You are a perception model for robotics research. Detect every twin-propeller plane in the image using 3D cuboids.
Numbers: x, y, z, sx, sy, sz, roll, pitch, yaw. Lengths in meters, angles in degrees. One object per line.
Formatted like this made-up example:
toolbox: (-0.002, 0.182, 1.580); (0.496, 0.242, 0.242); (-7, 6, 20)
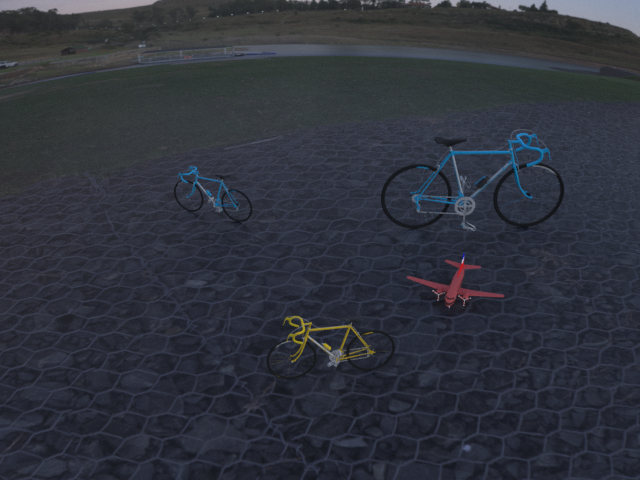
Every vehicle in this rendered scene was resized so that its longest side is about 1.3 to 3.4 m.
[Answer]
twin-propeller plane: (1.922, 0.579, 9.873); (1.370, 0.407, 1.095); (11, 31, 18)

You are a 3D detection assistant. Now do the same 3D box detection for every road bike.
road bike: (2.492, -0.932, 11.310); (3.004, 1.656, 0.696); (-1, 29, -2)
road bike: (-1.834, -0.780, 11.864); (1.545, 0.852, 0.358); (12, 31, 21)
road bike: (0.136, 1.246, 8.212); (1.545, 0.852, 0.358); (-5, 29, -8)
